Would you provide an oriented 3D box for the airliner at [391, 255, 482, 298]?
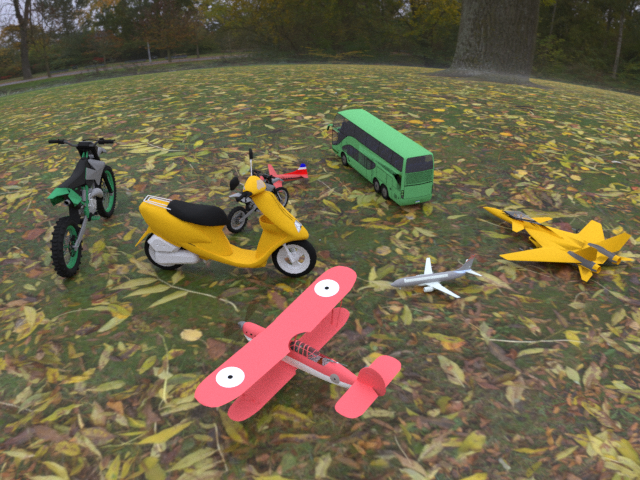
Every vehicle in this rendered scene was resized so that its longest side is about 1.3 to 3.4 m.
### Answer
[{"bbox_3d":[1.654,0.472,10.180,1.307,0.429,1.161,-6,29,-12],"label":"airliner"}]

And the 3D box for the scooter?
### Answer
[{"bbox_3d":[-1.399,-0.297,10.182,2.721,1.786,1.288,3,28,6],"label":"scooter"}]

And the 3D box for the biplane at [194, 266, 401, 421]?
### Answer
[{"bbox_3d":[-0.173,1.354,7.923,2.120,0.981,2.598,20,34,32],"label":"biplane"}]

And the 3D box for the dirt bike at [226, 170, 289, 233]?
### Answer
[{"bbox_3d":[-1.056,-0.696,11.929,0.527,0.857,1.493,22,35,35],"label":"dirt bike"}]

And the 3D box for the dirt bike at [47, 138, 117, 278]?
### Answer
[{"bbox_3d":[-3.744,-0.699,11.070,1.024,1.666,2.903,0,28,1],"label":"dirt bike"}]

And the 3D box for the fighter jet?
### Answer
[{"bbox_3d":[3.623,-0.217,11.344,2.229,0.557,2.640,-17,32,-29],"label":"fighter jet"}]

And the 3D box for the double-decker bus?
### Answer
[{"bbox_3d":[1.114,-1.691,13.601,0.756,1.052,3.251,-11,30,-20],"label":"double-decker bus"}]

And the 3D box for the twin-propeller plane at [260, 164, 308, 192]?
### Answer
[{"bbox_3d":[-0.773,-1.237,13.432,1.095,0.407,1.370,-6,28,-11],"label":"twin-propeller plane"}]
